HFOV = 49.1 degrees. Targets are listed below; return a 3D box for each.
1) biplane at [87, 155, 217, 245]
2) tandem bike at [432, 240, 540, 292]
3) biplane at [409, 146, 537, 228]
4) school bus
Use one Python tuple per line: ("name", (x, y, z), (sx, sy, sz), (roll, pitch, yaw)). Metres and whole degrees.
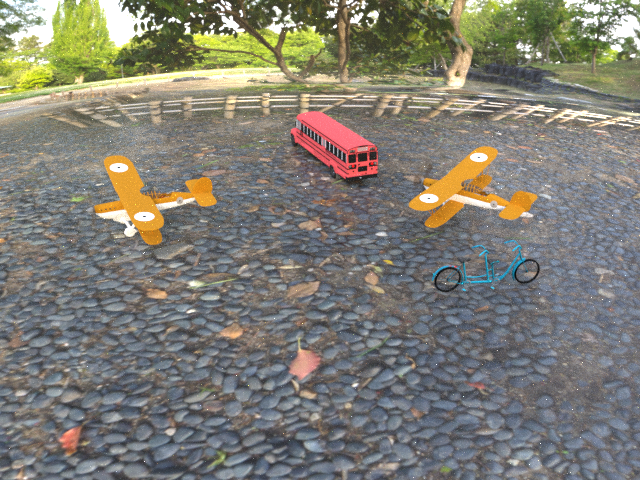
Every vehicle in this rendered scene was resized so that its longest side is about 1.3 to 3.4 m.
("biplane", (-2.801, -0.624, 11.722), (2.120, 0.981, 2.598), (-12, 28, -24))
("tandem bike", (2.375, 0.380, 9.927), (1.642, 0.682, 0.283), (-5, 26, -10))
("biplane", (2.586, -0.756, 12.003), (2.120, 0.981, 2.598), (19, 31, 35))
("school bus", (0.200, -2.068, 14.971), (0.709, 0.844, 3.322), (-10, 27, -20))
